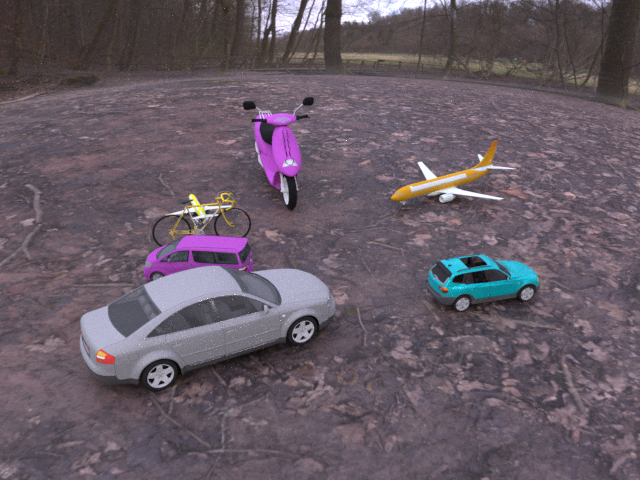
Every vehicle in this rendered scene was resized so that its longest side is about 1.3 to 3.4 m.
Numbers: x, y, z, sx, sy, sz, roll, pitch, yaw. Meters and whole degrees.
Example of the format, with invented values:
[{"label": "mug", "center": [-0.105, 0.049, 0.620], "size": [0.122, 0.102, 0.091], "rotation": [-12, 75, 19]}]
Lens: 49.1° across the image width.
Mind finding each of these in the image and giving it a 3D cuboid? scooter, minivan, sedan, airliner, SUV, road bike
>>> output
[{"label": "scooter", "center": [-0.804, -1.809, 12.967], "size": [1.288, 1.786, 2.721], "rotation": [-7, 27, -14]}, {"label": "minivan", "center": [-1.752, 0.280, 10.009], "size": [1.548, 0.616, 0.681], "rotation": [4, 26, 7]}, {"label": "sedan", "center": [-1.278, 0.856, 8.452], "size": [3.137, 0.940, 1.235], "rotation": [-14, 29, -26]}, {"label": "airliner", "center": [-2.123, -0.649, 12.133], "size": [1.161, 0.429, 1.307], "rotation": [-9, 27, -19]}, {"label": "SUV", "center": [2.236, 0.516, 9.562], "size": [1.572, 0.580, 0.656], "rotation": [-7, 27, -15]}, {"label": "road bike", "center": [-1.840, -0.293, 10.917], "size": [1.545, 0.852, 0.358], "rotation": [-7, 27, -14]}, {"label": "airliner", "center": [2.335, -1.234, 12.873], "size": [2.541, 0.835, 2.257], "rotation": [-15, 30, -28]}]
